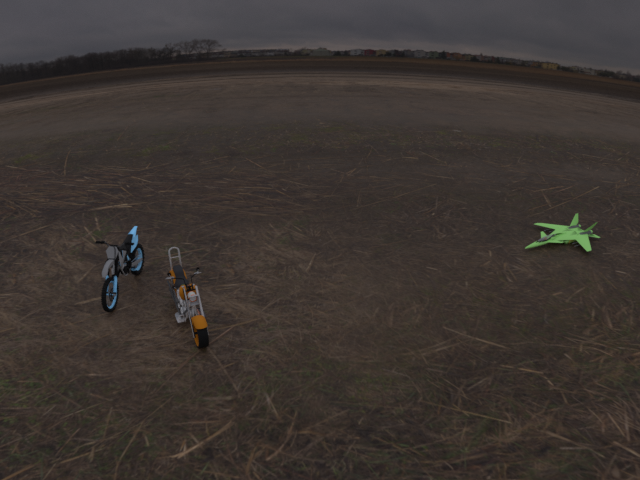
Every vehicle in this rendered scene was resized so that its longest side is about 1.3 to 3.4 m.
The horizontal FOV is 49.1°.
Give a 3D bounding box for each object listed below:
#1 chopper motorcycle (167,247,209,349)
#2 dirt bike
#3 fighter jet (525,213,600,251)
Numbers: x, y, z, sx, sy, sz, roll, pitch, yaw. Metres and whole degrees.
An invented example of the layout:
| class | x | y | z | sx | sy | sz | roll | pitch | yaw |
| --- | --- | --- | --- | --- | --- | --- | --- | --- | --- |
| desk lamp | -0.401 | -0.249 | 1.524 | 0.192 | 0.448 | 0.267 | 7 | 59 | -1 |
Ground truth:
| class | x | y | z | sx | sy | sz | roll | pitch | yaw |
| --- | --- | --- | --- | --- | --- | --- | --- | --- | --- |
| chopper motorcycle | -1.702 | 0.722 | 8.994 | 0.466 | 0.761 | 1.563 | -11 | 28 | -20 |
| dirt bike | -2.724 | 0.332 | 9.673 | 0.527 | 0.857 | 1.493 | 3 | 26 | 6 |
| fighter jet | 3.790 | -0.095 | 11.177 | 1.358 | 0.286 | 1.147 | -14 | 30 | -26 |
